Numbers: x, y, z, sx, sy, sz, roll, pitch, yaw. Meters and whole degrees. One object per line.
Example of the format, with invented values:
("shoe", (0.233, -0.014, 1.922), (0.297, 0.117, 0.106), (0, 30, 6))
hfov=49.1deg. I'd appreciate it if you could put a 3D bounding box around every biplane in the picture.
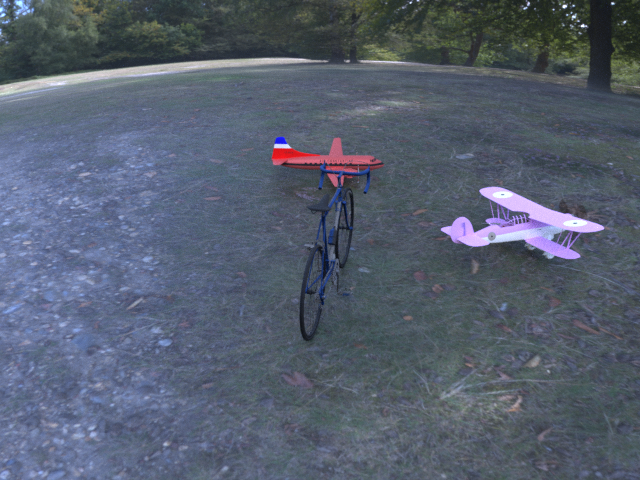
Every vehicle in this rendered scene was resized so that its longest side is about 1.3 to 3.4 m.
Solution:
("biplane", (2.825, -0.177, 10.189), (2.120, 0.981, 2.598), (-9, 28, -17))

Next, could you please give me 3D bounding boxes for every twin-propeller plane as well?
("twin-propeller plane", (0.152, -1.558, 13.176), (2.129, 0.792, 2.663), (0, 26, 1))

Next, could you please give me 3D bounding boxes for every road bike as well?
("road bike", (0.138, 0.007, 9.062), (0.696, 1.656, 3.004), (6, 27, 12))
